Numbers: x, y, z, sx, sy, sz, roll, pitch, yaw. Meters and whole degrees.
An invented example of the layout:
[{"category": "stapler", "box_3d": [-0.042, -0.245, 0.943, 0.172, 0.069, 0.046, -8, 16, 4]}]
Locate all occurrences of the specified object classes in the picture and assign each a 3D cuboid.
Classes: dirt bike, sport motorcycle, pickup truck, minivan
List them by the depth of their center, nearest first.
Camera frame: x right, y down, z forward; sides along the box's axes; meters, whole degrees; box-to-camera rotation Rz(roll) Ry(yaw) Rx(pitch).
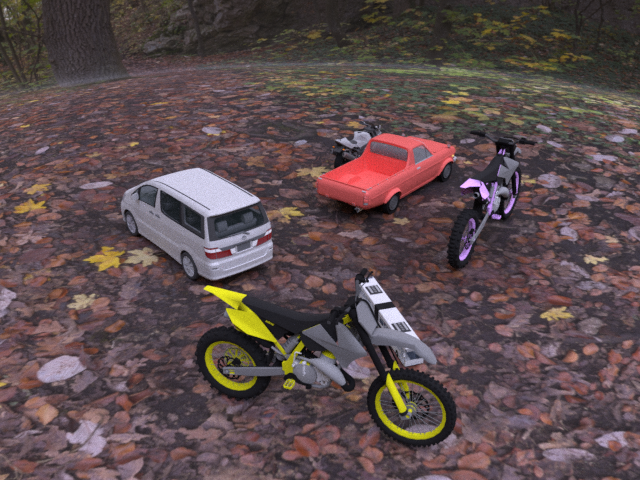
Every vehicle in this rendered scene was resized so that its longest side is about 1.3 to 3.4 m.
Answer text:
[{"category": "dirt bike", "box_3d": [-0.015, 1.173, 7.137, 2.903, 1.666, 1.024, 10, 29, 19]}, {"category": "minivan", "box_3d": [-1.999, -0.425, 10.762, 1.324, 1.197, 3.011, -21, 34, -35]}, {"category": "dirt bike", "box_3d": [2.636, -0.746, 10.873, 1.024, 1.666, 2.903, 16, 31, 28]}, {"category": "pickup truck", "box_3d": [1.285, -1.337, 12.761, 1.244, 0.993, 3.117, 20, 33, 34]}, {"category": "sport motorcycle", "box_3d": [0.761, -1.840, 13.928, 0.506, 0.821, 1.520, 20, 33, 34]}]

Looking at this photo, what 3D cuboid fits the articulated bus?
[{"category": "articulated bus", "box_3d": [0.867, 1.004, 8.973, 0.311, 0.289, 1.749, -8, 28, -15]}]
